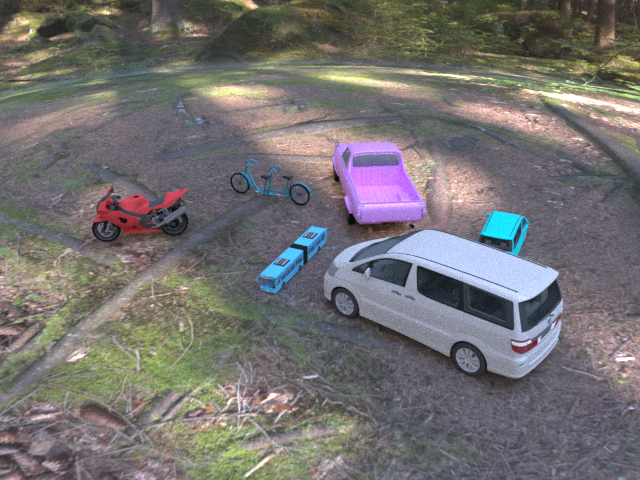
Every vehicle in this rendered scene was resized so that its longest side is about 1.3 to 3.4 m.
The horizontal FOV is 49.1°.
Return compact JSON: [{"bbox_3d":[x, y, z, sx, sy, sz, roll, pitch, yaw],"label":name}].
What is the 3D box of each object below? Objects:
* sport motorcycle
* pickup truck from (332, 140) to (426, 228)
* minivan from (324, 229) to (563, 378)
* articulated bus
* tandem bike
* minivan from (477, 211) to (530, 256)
[{"bbox_3d":[-2.820,-0.404,10.999,1.520,0.821,0.506,-6,28,-12],"label":"sport motorcycle"},{"bbox_3d":[0.950,-1.112,12.182,1.244,0.993,3.117,-3,27,-5],"label":"pickup truck"},{"bbox_3d":[1.416,0.581,8.678,3.011,1.197,1.324,22,34,36],"label":"minivan"},{"bbox_3d":[-0.366,0.256,10.298,0.311,0.289,1.749,12,30,22],"label":"articulated bus"},{"bbox_3d":[-0.887,-1.029,12.361,1.642,0.682,0.283,12,30,22],"label":"tandem bike"},{"bbox_3d":[2.769,-0.083,10.600,0.681,0.616,1.548,11,29,21],"label":"minivan"}]
